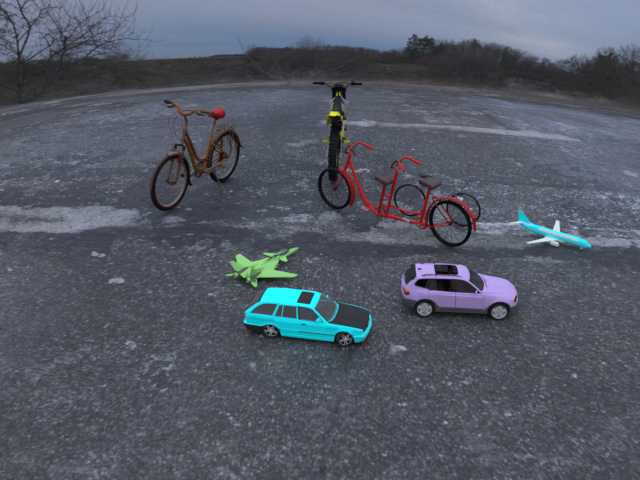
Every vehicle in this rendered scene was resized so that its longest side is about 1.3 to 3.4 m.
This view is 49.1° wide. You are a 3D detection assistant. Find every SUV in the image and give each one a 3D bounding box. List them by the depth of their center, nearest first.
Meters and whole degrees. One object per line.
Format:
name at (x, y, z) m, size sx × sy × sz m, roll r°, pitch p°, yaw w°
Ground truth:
SUV at (1.850, 0.646, 9.361) m, size 1.572 × 0.580 × 0.656 m, roll 2°, pitch 25°, yaw 4°

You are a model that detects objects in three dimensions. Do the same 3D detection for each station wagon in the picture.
station wagon at (-0.143, 0.934, 8.874) m, size 1.597 × 0.473 × 0.682 m, roll 5°, pitch 26°, yaw 11°

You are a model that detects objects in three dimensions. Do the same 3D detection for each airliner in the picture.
airliner at (3.754, -0.185, 11.301) m, size 1.307 × 0.429 × 1.161 m, roll 20°, pitch 32°, yaw 36°

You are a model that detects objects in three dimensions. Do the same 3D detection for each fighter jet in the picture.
fighter jet at (-0.744, 0.274, 10.494) m, size 1.147 × 0.286 × 1.358 m, roll 18°, pitch 30°, yaw 33°

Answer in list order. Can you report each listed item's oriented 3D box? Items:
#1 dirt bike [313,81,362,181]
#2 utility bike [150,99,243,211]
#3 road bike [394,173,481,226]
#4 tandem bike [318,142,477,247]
dirt bike at (0.340, -2.393, 14.533) m, size 1.024 × 1.666 × 2.903 m, roll 2°, pitch 25°, yaw 4°
utility bike at (-2.135, -1.677, 12.813) m, size 1.039 × 1.839 × 2.791 m, roll 13°, pitch 28°, yaw 25°
road bike at (1.989, -0.716, 11.932) m, size 1.545 × 0.852 × 0.358 m, roll 12°, pitch 28°, yaw 24°
tandem bike at (1.182, -0.821, 11.598) m, size 3.192 × 1.326 × 0.550 m, roll 20°, pitch 32°, yaw 36°
